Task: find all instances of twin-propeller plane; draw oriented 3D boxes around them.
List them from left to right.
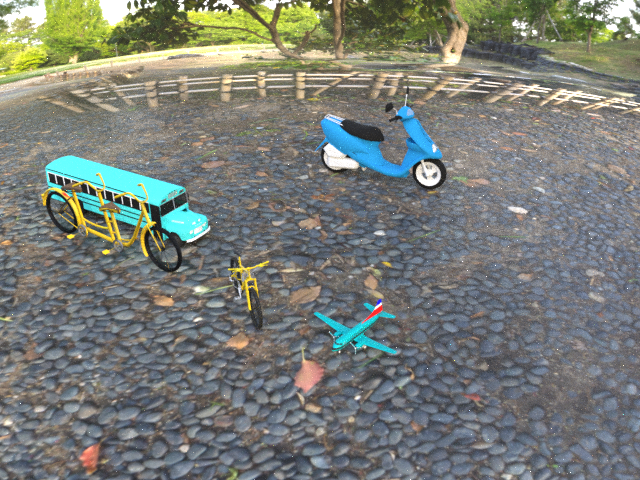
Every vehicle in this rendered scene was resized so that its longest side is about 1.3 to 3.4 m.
[{"bbox_3d":[0.512,1.159,9.343,1.370,0.407,1.095,23,36,35],"label":"twin-propeller plane"}]

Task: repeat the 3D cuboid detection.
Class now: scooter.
[{"bbox_3d":[1.171,-1.986,13.580,2.721,1.786,1.288,12,31,21],"label":"scooter"}]

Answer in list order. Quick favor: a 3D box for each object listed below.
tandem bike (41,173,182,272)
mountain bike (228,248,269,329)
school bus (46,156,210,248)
[{"bbox_3d":[-3.429,-0.412,11.224,3.192,1.326,0.550,18,34,28],"label":"tandem bike"},{"bbox_3d":[-1.060,0.600,9.875,0.573,0.868,1.469,-11,31,-19],"label":"mountain bike"},{"bbox_3d":[-3.388,-0.716,12.267,3.322,0.844,0.709,16,33,27],"label":"school bus"}]
